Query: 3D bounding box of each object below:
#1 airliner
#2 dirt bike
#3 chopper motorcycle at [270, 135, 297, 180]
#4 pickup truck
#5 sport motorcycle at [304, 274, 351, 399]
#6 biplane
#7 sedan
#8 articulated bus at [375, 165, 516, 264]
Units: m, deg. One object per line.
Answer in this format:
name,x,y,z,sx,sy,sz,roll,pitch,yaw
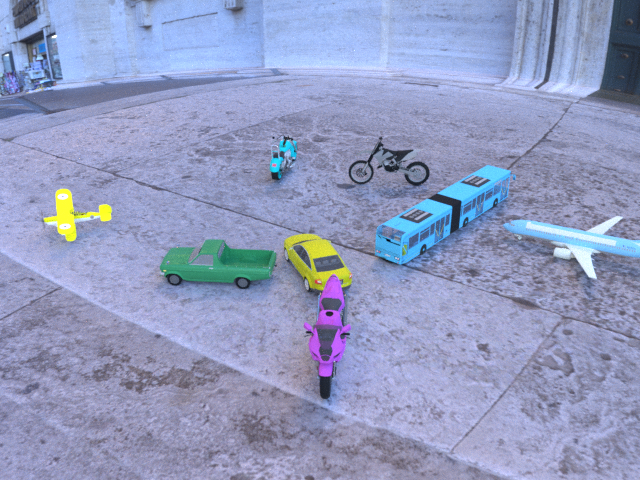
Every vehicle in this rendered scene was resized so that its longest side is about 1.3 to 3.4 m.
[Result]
airliner,3.983,-0.159,10.349,2.541,0.835,2.257,14,30,26
dirt bike,1.269,-1.404,12.792,1.493,0.857,0.527,1,27,2
chopper motorcycle,-0.681,-1.695,13.474,0.466,0.761,1.563,5,27,11
pickup truck,-1.421,0.300,9.800,1.603,0.511,0.640,2,27,5
sport motorcycle,0.107,1.073,7.924,0.506,0.821,1.520,2,27,4
biplane,-3.860,-0.355,11.103,1.090,0.504,1.336,-9,28,-17
sedan,-0.061,0.247,9.934,0.635,0.483,1.613,-10,28,-18
articulated bus,2.084,-0.476,11.280,0.605,0.561,3.401,21,33,35
